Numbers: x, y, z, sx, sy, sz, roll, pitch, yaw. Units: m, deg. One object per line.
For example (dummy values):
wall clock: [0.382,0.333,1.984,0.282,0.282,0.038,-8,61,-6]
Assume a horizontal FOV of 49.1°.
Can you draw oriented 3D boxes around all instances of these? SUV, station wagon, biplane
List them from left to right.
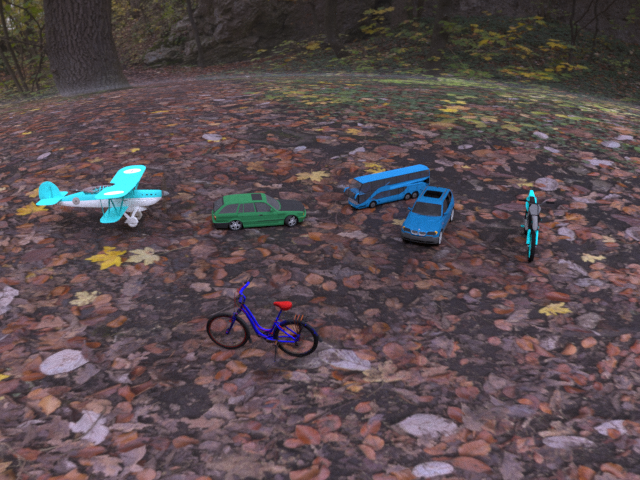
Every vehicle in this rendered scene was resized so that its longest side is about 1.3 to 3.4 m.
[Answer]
biplane: [-3.587,-0.720,11.709,2.120,0.981,2.598,-2,26,-5]
station wagon: [-1.032,-0.521,11.880,1.597,0.473,0.682,-4,26,-9]
SUV: [1.810,-0.439,11.586,0.656,0.580,1.572,9,27,19]

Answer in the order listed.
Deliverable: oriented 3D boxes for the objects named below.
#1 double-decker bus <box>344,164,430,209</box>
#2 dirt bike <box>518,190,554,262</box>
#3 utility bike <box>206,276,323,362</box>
double-decker bus: [1.242,-0.963,12.720,1.672,0.541,0.389,-14,29,-26]
dirt bike: [3.318,-0.288,10.954,0.527,0.857,1.493,5,26,11]
utility bike: [-0.681,0.977,8.223,1.435,0.946,0.535,5,26,10]
